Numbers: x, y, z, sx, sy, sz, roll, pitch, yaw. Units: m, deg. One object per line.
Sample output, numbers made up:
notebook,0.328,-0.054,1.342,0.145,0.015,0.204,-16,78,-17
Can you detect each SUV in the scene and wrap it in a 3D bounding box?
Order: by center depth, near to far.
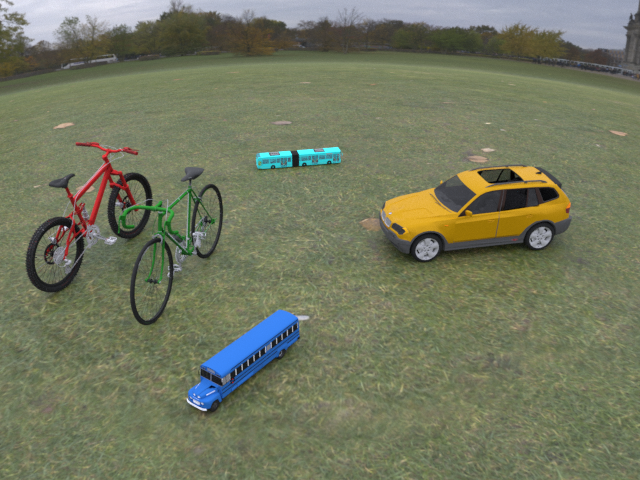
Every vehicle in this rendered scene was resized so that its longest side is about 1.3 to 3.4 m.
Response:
SUV,2.488,-0.509,11.245,3.058,1.128,1.276,-6,28,-10

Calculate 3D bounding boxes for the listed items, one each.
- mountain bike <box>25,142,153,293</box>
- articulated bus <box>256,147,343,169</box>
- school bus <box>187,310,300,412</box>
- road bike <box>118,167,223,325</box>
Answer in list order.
mountain bike,-3.402,-0.440,10.513,1.114,1.688,2.857,11,30,19
articulated bus,-0.425,-1.678,14.362,1.749,0.289,0.311,-6,28,-11
school bus,-0.892,1.414,8.341,0.365,0.434,1.708,19,33,31
road bike,-1.963,-0.091,9.886,0.696,1.656,3.004,7,29,13
